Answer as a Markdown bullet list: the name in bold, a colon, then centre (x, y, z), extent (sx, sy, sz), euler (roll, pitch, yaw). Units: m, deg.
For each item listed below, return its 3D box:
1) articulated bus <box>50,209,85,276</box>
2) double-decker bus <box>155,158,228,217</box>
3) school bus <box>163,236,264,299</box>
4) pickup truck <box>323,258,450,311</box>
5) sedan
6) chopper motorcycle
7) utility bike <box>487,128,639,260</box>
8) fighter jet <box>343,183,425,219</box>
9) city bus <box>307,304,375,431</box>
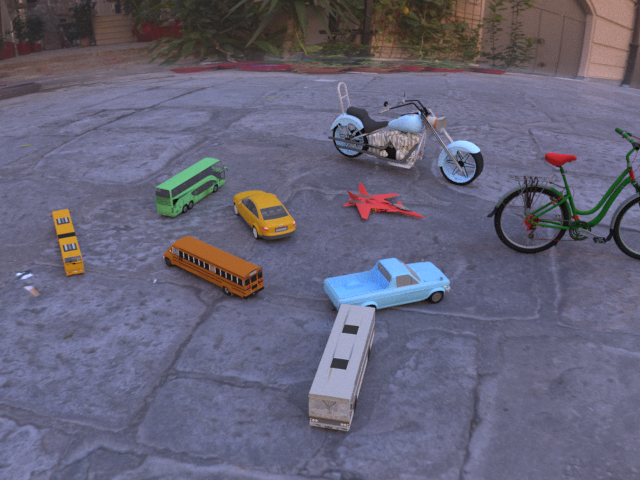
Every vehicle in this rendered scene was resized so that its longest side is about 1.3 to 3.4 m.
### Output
- **articulated bus**: centre (-3.718, 0.006, 10.310), extent (0.311, 0.289, 1.749), euler (-12, 30, -21)
- **double-decker bus**: centre (-2.149, -0.922, 11.818), extent (0.389, 0.541, 1.672), euler (12, 30, 22)
- **school bus**: centre (-1.495, 0.335, 9.522), extent (1.708, 0.434, 0.365), euler (21, 34, 35)
- **pickup truck**: centre (0.864, 0.558, 9.009), extent (1.603, 0.511, 0.640), euler (-9, 29, -17)
- **sedan**: centre (-0.906, -0.482, 11.034), extent (0.635, 0.483, 1.613), euler (-12, 30, -22)
- **chopper motorcycle**: centre (1.535, -1.960, 12.792), extent (3.040, 1.480, 0.906), euler (16, 32, 28)
- **utility bike**: centre (3.810, -0.642, 9.875), extent (2.791, 1.839, 1.039), euler (4, 28, 7)
- **fighter jet**: centre (1.106, -0.601, 11.477), extent (1.358, 0.286, 1.147), euler (17, 32, 29)
- **city bus**: centre (0.267, 1.338, 7.569), extent (0.476, 0.460, 1.674), euler (6, 28, 11)
